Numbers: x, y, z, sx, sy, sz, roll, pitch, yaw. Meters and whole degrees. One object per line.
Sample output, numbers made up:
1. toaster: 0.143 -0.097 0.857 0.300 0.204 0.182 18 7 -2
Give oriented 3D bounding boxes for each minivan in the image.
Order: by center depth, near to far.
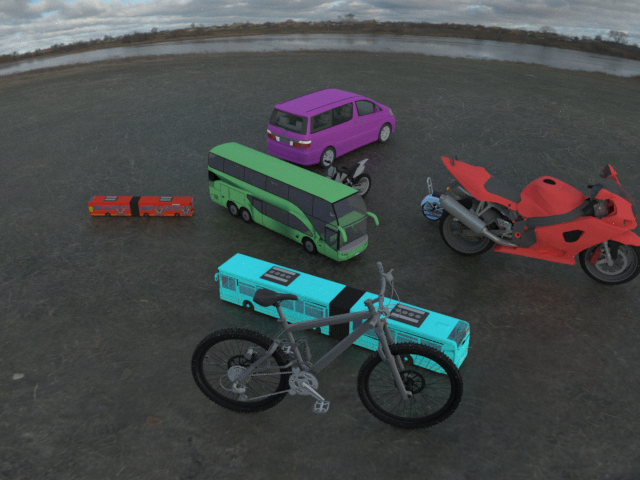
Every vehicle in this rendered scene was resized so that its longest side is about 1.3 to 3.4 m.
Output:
1. minivan: 0.309 -2.409 14.223 1.324 1.197 3.011 23 36 36

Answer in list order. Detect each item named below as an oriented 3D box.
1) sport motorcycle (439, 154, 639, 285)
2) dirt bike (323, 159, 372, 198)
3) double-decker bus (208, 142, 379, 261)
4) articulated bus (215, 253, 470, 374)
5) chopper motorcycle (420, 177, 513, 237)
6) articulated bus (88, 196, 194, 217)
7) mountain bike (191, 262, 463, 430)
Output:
1. sport motorcycle: 3.108 -0.298 9.966 2.955 1.596 0.983 13 31 22
2. dirt bike: 0.384 -0.947 11.915 0.527 0.857 1.493 25 37 38
3. double-decker bus: -0.550 -0.641 11.155 3.251 1.052 0.756 25 37 38
4. articulated bus: 0.185 0.883 8.891 3.401 0.561 0.605 15 32 26
5. chopper motorcycle: 2.385 -0.528 11.251 1.563 0.761 0.466 13 31 22
6. articulated bus: -3.000 -0.568 11.815 1.749 0.289 0.311 0 29 1
7. mountain bike: 0.043 1.191 7.159 2.857 1.688 1.114 4 29 7
